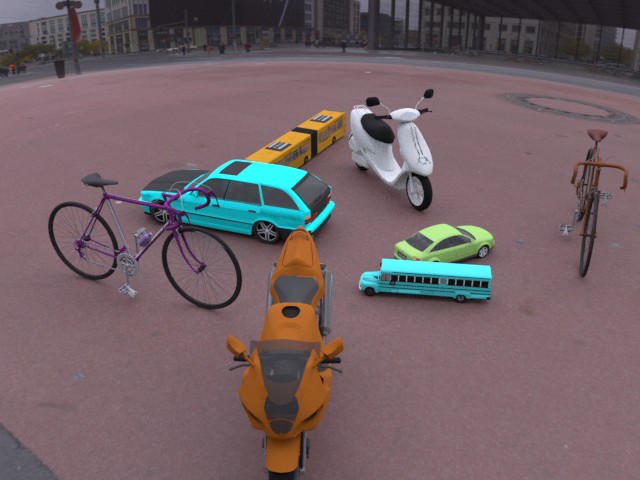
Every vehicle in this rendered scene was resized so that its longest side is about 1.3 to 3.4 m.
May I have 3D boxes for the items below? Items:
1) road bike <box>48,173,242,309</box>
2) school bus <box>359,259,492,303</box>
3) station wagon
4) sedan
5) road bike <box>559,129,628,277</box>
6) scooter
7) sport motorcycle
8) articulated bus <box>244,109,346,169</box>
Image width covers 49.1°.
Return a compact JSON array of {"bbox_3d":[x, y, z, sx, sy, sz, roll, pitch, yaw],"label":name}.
[{"bbox_3d":[-2.336,-0.029,8.967,3.004,1.656,0.697,11,30,21],"label":"road bike"},{"bbox_3d":[1.377,0.525,9.227,1.708,0.434,0.365,4,28,7],"label":"school bus"},{"bbox_3d":[-1.370,-0.736,11.109,3.105,0.920,1.327,10,29,18],"label":"station wagon"},{"bbox_3d":[1.816,0.044,10.091,1.613,0.483,0.635,-15,31,-26],"label":"sedan"},{"bbox_3d":[3.944,-0.691,10.230,0.696,1.656,3.004,8,29,15],"label":"road bike"},{"bbox_3d":[1.191,-1.741,12.092,1.288,1.786,2.721,-12,30,-22],"label":"scooter"},{"bbox_3d":[-0.266,1.150,6.782,0.983,1.596,2.955,1,28,2],"label":"sport motorcycle"},{"bbox_3d":[-0.409,-1.822,13.567,0.605,0.561,3.401,13,30,23],"label":"articulated bus"}]
